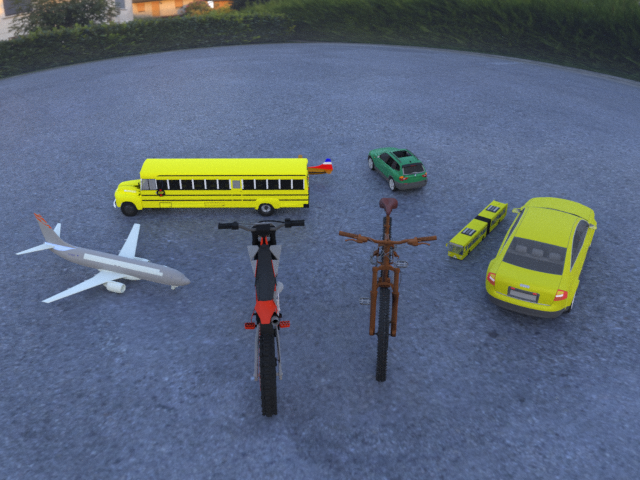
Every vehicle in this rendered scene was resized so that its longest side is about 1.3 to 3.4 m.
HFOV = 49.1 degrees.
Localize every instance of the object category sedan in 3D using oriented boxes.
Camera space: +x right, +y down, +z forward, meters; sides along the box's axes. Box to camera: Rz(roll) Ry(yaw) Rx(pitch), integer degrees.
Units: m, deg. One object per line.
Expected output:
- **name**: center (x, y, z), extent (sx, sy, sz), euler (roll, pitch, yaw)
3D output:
- **sedan**: center (3.293, 0.030, 10.194), extent (1.235, 0.940, 3.137), euler (14, 33, 23)

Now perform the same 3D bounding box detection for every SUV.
- **SUV**: center (1.430, -1.416, 12.998), extent (0.656, 0.580, 1.572), euler (-10, 32, -17)

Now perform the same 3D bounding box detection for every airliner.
- **airliner**: center (-3.012, 0.176, 10.049), extent (2.541, 0.835, 2.257), euler (10, 32, 17)

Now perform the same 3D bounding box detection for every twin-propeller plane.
- **twin-propeller plane**: center (-0.305, -1.335, 13.032), extent (1.095, 0.407, 1.370), euler (1, 31, 1)

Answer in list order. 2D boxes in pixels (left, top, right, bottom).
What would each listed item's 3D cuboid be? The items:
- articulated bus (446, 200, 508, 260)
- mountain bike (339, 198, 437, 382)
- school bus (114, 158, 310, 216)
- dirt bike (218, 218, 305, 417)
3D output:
- **articulated bus**: center (2.541, -0.185, 11.199), extent (0.311, 0.289, 1.749), euler (20, 36, 30)
- **mountain bike**: center (0.819, 0.405, 8.823), extent (1.114, 1.688, 2.857), euler (3, 31, 5)
- **school bus**: center (-1.841, -0.921, 11.899), extent (3.322, 0.844, 0.709), euler (0, 31, 0)
- **dirt bike**: center (-0.664, 0.660, 8.412), extent (1.024, 1.666, 2.903), euler (-2, 31, -4)
